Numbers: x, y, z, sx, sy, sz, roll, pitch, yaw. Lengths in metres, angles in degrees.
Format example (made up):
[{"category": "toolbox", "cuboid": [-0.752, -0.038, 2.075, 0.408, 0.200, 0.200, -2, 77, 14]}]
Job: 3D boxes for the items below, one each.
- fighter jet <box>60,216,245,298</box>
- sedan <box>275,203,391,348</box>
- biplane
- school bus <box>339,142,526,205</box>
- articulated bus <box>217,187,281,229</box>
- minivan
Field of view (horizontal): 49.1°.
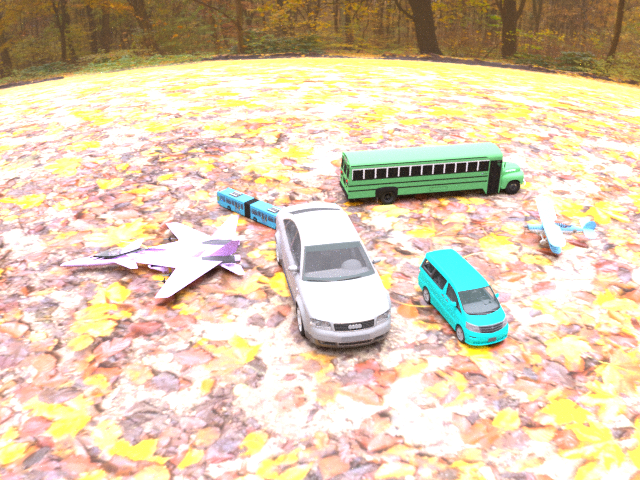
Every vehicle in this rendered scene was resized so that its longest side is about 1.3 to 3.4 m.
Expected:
[{"category": "fighter jet", "cuboid": [-2.443, 0.136, 10.177, 2.640, 0.557, 2.229, -3, 28, -6]}, {"category": "sedan", "cuboid": [0.112, 0.280, 9.498, 1.235, 0.940, 3.137, -5, 28, -10]}, {"category": "biplane", "cuboid": [3.694, -0.167, 10.805, 1.090, 0.504, 1.336, 2, 28, 4]}, {"category": "school bus", "cuboid": [2.035, -1.211, 12.410, 3.322, 0.844, 0.709, -5, 28, -9]}, {"category": "articulated bus", "cuboid": [-1.056, -0.498, 11.659, 1.749, 0.289, 0.311, 23, 36, 36]}, {"category": "minivan", "cuboid": [1.835, 0.716, 9.022, 0.681, 0.616, 1.548, -9, 29, -16]}]
